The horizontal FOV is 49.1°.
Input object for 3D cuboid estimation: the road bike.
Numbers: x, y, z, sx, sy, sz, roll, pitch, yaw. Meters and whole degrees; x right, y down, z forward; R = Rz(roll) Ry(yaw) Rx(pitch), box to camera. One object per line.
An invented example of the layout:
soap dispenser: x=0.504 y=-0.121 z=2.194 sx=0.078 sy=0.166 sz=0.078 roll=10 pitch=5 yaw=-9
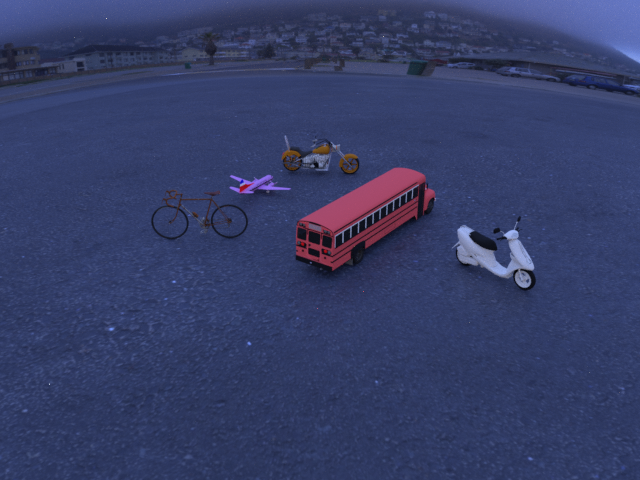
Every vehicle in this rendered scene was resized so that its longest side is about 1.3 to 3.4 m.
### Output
road bike: x=-1.933 y=-0.406 z=11.199 sx=1.545 sy=0.852 sz=0.358 roll=-1 pitch=26 yaw=-2

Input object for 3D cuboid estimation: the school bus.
school bus: x=0.871 y=-0.439 z=11.275 sx=0.709 sy=0.844 sz=3.322 roll=17 pitch=31 yaw=32

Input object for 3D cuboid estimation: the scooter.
scooter: x=2.507 y=0.114 z=10.047 sx=0.662 sy=0.919 sz=1.399 roll=-22 pitch=34 yaw=-38

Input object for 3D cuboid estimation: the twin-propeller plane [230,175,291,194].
twin-propeller plane: x=-1.183 y=-1.077 z=13.097 sx=1.370 sy=0.407 sz=1.095 roll=14 pitch=29 yaw=27

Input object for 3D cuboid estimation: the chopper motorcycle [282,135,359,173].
chopper motorcycle: x=0.010 y=-1.704 z=13.985 sx=1.563 sy=0.761 sz=0.466 roll=1 pitch=26 yaw=3
